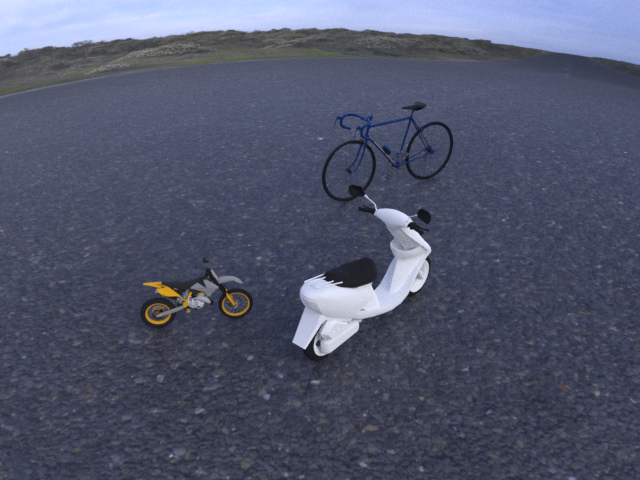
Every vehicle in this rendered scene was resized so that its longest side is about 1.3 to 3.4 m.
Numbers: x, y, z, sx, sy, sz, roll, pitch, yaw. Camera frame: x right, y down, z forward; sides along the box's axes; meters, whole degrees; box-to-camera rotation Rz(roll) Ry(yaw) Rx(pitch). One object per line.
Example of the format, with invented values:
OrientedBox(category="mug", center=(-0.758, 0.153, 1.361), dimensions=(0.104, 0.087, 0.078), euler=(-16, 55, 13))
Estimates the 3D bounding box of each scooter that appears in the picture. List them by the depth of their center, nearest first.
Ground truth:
OrientedBox(category="scooter", center=(0.656, 0.362, 8.989), dimensions=(1.288, 1.786, 2.721), euler=(24, 37, 36))

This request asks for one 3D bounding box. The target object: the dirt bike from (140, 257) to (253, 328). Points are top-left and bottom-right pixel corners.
OrientedBox(category="dirt bike", center=(-1.639, 0.739, 9.267), dimensions=(1.493, 0.857, 0.527), euler=(-6, 29, -10))

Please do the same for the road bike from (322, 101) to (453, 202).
OrientedBox(category="road bike", center=(1.311, -1.682, 12.827), dimensions=(3.004, 1.656, 0.696), euler=(-17, 33, -28))
